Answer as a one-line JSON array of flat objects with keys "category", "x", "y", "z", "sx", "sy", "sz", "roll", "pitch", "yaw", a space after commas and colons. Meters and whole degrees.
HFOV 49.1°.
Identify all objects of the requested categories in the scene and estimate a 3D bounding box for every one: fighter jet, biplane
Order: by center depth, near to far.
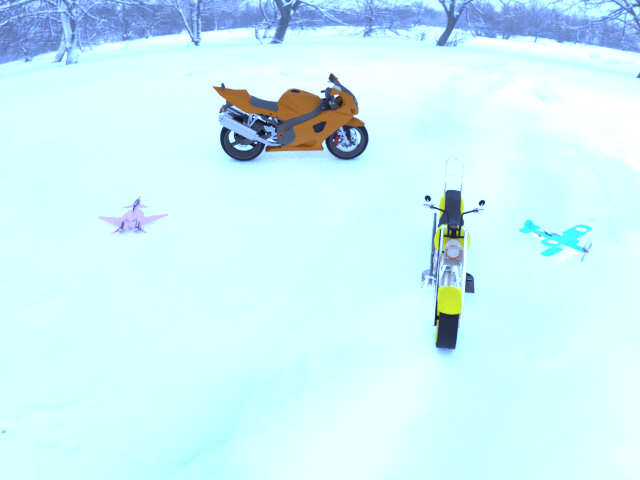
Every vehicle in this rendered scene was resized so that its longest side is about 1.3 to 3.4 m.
[{"category": "biplane", "x": 3.581, "y": -0.009, "z": 10.639, "sx": 1.336, "sy": 0.504, "sz": 1.090, "roll": -26, "pitch": 39, "yaw": -37}, {"category": "fighter jet", "x": -3.118, "y": -0.516, "z": 11.719, "sx": 1.147, "sy": 0.286, "sz": 1.358, "roll": -2, "pitch": 30, "yaw": -4}]

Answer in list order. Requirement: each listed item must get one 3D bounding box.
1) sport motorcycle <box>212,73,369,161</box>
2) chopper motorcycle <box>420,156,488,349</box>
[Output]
[{"category": "sport motorcycle", "x": -0.526, "y": -2.277, "z": 13.426, "sx": 2.955, "sy": 1.596, "sz": 0.983, "roll": -1, "pitch": 30, "yaw": -1}, {"category": "chopper motorcycle", "x": 1.773, "y": 0.089, "z": 9.508, "sx": 0.906, "sy": 1.480, "sz": 3.040, "roll": 5, "pitch": 31, "yaw": 8}]
